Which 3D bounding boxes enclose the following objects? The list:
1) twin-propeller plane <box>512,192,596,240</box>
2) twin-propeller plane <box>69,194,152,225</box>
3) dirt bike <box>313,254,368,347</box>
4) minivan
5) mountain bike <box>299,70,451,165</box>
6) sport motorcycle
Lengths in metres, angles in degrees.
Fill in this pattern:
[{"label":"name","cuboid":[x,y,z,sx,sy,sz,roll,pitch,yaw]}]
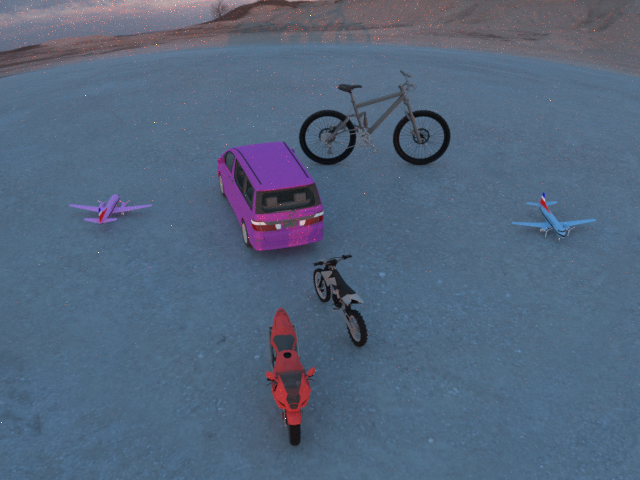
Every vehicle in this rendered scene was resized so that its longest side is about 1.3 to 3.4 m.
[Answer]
[{"label":"twin-propeller plane","cuboid":[3.709,-0.370,11.188,1.370,0.407,1.095,-2,30,-4]},{"label":"twin-propeller plane","cuboid":[-3.473,-0.555,11.509,1.370,0.407,1.095,0,30,0]},{"label":"dirt bike","cuboid":[0.231,0.682,8.920,0.527,0.857,1.493,-13,32,-21]},{"label":"minivan","cuboid":[-0.888,-0.928,11.365,1.324,1.197,3.011,-9,31,-16]},{"label":"mountain bike","cuboid":[1.030,-2.186,13.050,2.857,1.688,1.114,0,30,0]},{"label":"sport motorcycle","cuboid":[-0.350,1.466,7.601,0.506,0.821,1.520,-4,30,-7]}]
